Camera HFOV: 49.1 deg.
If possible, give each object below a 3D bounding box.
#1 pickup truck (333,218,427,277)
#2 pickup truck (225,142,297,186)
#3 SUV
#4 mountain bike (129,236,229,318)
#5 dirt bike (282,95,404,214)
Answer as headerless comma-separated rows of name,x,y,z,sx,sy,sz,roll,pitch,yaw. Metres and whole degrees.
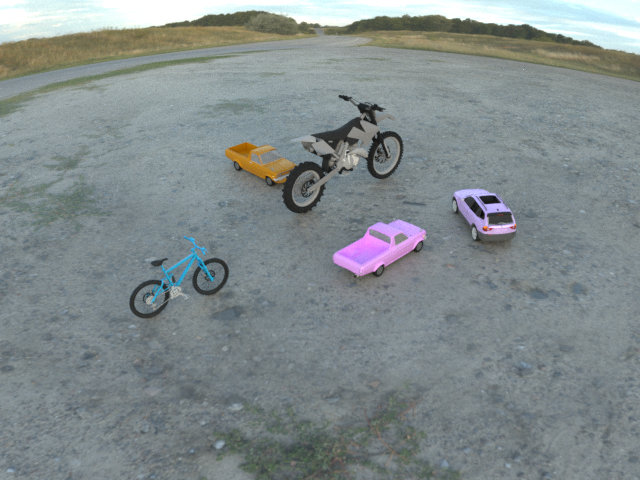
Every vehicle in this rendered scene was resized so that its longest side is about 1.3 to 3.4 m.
pickup truck,0.921,0.070,10.505,0.640,0.511,1.603,25,38,37
pickup truck,-1.112,-1.518,13.269,0.640,0.511,1.603,-25,38,-37
SUV,2.671,-0.495,11.418,0.656,0.580,1.572,-5,30,-8
mountain bike,-1.874,0.511,9.379,1.469,0.868,0.573,-20,36,-31
dirt bike,0.465,-1.551,12.167,2.903,1.666,1.024,-25,38,-36
